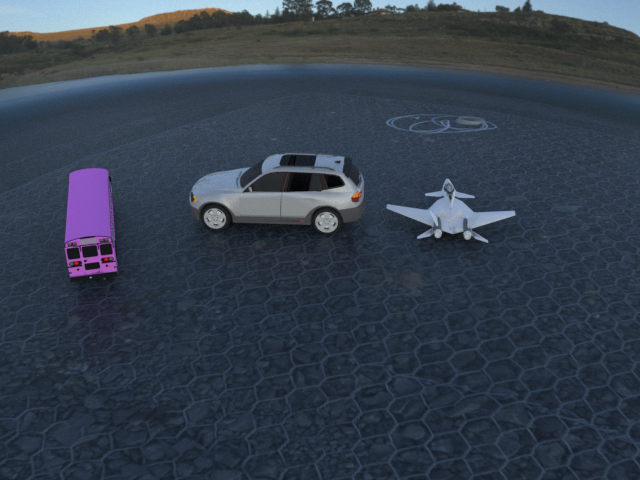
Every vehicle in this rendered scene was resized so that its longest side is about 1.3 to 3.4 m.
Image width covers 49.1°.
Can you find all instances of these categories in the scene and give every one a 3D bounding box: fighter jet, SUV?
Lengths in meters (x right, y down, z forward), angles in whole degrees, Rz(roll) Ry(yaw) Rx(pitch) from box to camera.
[{"bbox_3d":[2.316,-0.747,12.425,2.229,0.557,2.640,3,27,6],"label":"fighter jet"},{"bbox_3d":[-0.725,-0.879,12.055,3.058,1.128,1.276,2,27,4],"label":"SUV"}]

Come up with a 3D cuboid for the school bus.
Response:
[{"bbox_3d":[-3.717,-0.384,11.398,0.709,0.844,3.322,-8,28,-14],"label":"school bus"}]
